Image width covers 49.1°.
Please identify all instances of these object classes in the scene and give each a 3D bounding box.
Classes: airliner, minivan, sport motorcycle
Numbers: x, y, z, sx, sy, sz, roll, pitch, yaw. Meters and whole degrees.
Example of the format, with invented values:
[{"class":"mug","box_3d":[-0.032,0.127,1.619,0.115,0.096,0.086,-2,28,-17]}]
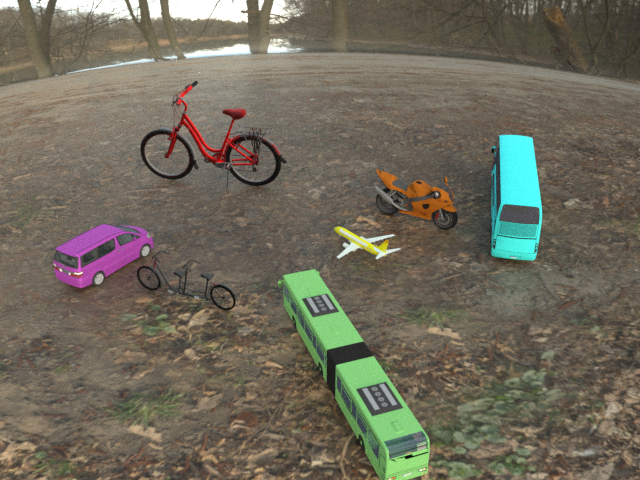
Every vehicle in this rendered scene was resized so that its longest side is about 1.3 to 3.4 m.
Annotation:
[{"class":"airliner","box_3d":[0.634,-0.047,10.931,1.161,0.429,1.307,-21,36,-32]},{"class":"minivan","box_3d":[-3.190,0.131,10.426,0.681,0.616,1.548,17,34,28]},{"class":"sport motorcycle","box_3d":[1.596,-0.687,11.662,1.520,0.821,0.506,17,34,28]}]

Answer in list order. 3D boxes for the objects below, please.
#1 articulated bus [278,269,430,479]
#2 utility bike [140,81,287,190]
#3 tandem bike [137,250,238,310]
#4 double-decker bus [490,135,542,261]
[{"class":"articulated bus","box_3d":[0.283,1.411,8.223,0.605,0.561,3.401,-10,31,-17]},{"class":"utility bike","box_3d":[-1.992,-1.801,12.597,2.791,1.839,1.039,5,30,8]},{"class":"tandem bike","box_3d":[-1.856,0.546,9.628,1.642,0.682,0.283,12,32,20]},{"class":"double-decker bus","box_3d":[3.234,-0.825,11.672,0.756,1.052,3.251,6,30,11]}]
